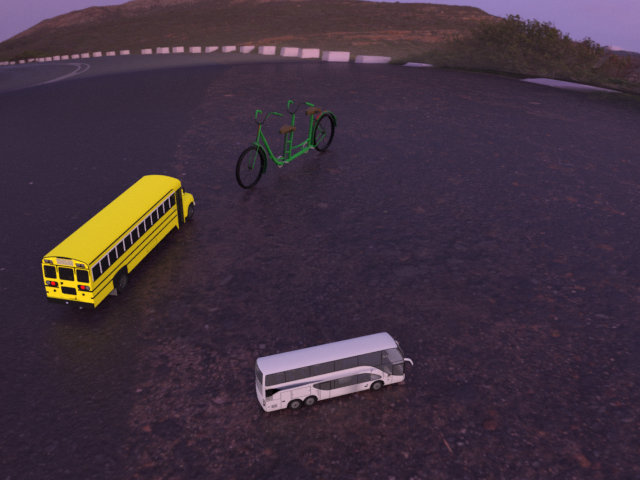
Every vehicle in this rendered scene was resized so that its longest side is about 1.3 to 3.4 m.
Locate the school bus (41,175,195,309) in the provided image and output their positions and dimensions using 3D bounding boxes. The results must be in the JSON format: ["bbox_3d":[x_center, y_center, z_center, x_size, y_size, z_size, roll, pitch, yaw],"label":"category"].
[{"bbox_3d":[-2.724,-0.138,10.069,0.709,0.844,3.322,6,28,12],"label":"school bus"}]

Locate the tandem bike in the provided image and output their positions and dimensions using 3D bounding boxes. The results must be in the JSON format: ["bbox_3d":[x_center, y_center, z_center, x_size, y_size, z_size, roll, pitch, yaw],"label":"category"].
[{"bbox_3d":[-0.554,-1.970,13.117,0.550,1.326,3.192,17,32,30],"label":"tandem bike"}]

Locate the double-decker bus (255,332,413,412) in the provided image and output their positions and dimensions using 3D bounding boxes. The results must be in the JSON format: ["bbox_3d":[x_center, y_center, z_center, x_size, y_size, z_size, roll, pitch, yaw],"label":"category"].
[{"bbox_3d":[0.149,1.384,7.429,1.672,0.541,0.389,-9,28,-17],"label":"double-decker bus"}]
